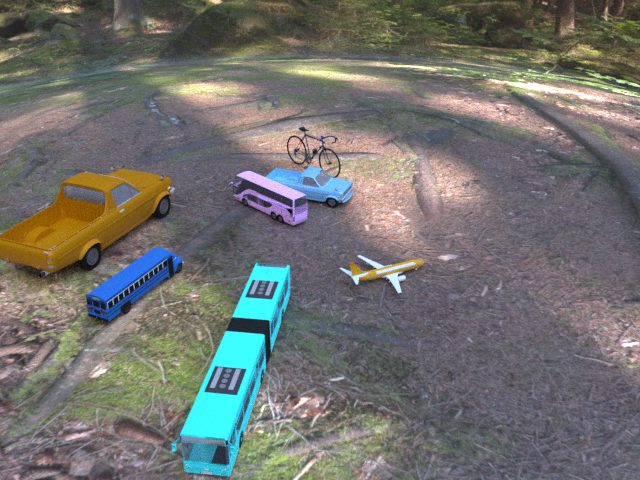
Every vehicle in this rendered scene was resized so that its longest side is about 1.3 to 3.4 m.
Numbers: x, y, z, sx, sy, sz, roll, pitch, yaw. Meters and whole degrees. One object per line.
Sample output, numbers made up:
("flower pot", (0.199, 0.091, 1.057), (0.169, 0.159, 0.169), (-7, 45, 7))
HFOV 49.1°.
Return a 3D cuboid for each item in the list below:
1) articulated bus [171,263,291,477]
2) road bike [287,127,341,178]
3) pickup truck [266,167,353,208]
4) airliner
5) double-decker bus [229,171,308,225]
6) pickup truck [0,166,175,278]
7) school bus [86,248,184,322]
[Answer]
("articulated bus", (-0.882, 1.321, 8.203), (0.605, 0.561, 3.401), (4, 29, 7))
("road bike", (-0.140, -1.731, 13.544), (0.358, 0.852, 1.545), (-24, 36, -37))
("pickup truck", (-0.215, -1.019, 12.585), (1.603, 0.511, 0.640), (11, 30, 19))
("airliner", (0.972, 0.365, 10.110), (1.307, 0.429, 1.161), (-13, 31, -23))
("double-decker bus", (-0.894, -0.744, 12.044), (1.672, 0.541, 0.389), (25, 37, 38))
("pickup truck", (-3.603, -0.450, 11.025), (1.244, 0.993, 3.117), (11, 30, 20))
("school bus", (-2.525, 0.554, 9.756), (0.365, 0.434, 1.708), (13, 31, 23))
